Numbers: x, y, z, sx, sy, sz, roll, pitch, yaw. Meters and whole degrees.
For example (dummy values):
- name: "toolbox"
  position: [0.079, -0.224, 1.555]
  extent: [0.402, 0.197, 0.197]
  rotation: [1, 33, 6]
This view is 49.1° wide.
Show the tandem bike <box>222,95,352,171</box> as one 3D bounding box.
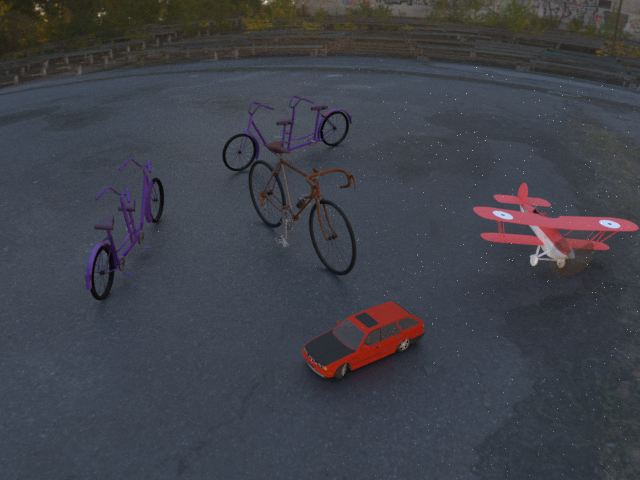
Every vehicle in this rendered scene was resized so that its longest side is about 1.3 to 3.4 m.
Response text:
- name: "tandem bike"
  position: [-0.598, -2.293, 14.230]
  extent: [3.192, 1.326, 0.550]
  rotation: [-20, 34, -31]

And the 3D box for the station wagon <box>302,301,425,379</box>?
- name: "station wagon"
  position: [0.546, 1.201, 8.754]
  extent: [1.597, 0.473, 0.682]
  rotation: [-18, 33, -29]

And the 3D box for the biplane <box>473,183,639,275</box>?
- name: "biplane"
  position: [3.484, -0.225, 10.823]
  extent: [2.598, 0.981, 2.120]
  rotation: [-4, 29, -7]

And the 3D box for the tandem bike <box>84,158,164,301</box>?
- name: "tandem bike"
  position: [-2.926, -0.325, 10.647]
  extent: [0.550, 1.326, 3.192]
  rotation: [3, 29, 6]

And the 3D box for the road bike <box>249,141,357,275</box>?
- name: "road bike"
  position: [-0.355, -0.615, 10.831]
  extent: [0.696, 1.656, 3.004]
  rotation: [-19, 34, -30]
